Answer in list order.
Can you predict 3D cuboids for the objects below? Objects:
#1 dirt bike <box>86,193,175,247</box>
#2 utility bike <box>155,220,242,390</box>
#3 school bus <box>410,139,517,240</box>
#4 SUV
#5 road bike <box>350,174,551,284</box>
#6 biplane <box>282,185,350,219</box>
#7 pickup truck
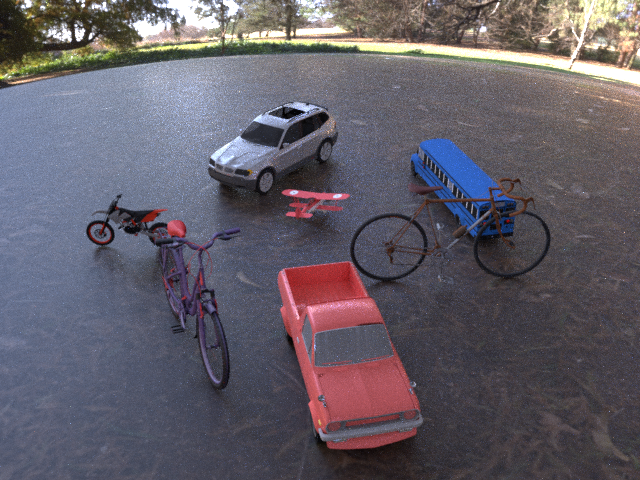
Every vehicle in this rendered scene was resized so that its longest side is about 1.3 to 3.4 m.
[{"bbox_3d":[-3.085,-0.259,11.344,1.493,0.857,0.527,2,30,3],"label":"dirt bike"},{"bbox_3d":[-1.589,0.535,8.967,1.039,1.839,2.791,-14,33,-23],"label":"utility bike"},{"bbox_3d":[2.480,-1.047,12.735,0.709,0.844,3.322,-7,30,-11],"label":"school bus"},{"bbox_3d":[-0.887,-1.936,14.004,1.276,1.128,3.058,21,36,32],"label":"SUV"},{"bbox_3d":[1.944,-0.120,10.296,3.004,1.656,0.696,-1,30,-2],"label":"road bike"},{"bbox_3d":[-0.165,-0.615,12.321,1.336,0.504,1.090,15,33,25],"label":"biplane"},{"bbox_3d":[0.258,1.194,8.665,1.244,0.993,3.117,-6,30,-10],"label":"pickup truck"}]
